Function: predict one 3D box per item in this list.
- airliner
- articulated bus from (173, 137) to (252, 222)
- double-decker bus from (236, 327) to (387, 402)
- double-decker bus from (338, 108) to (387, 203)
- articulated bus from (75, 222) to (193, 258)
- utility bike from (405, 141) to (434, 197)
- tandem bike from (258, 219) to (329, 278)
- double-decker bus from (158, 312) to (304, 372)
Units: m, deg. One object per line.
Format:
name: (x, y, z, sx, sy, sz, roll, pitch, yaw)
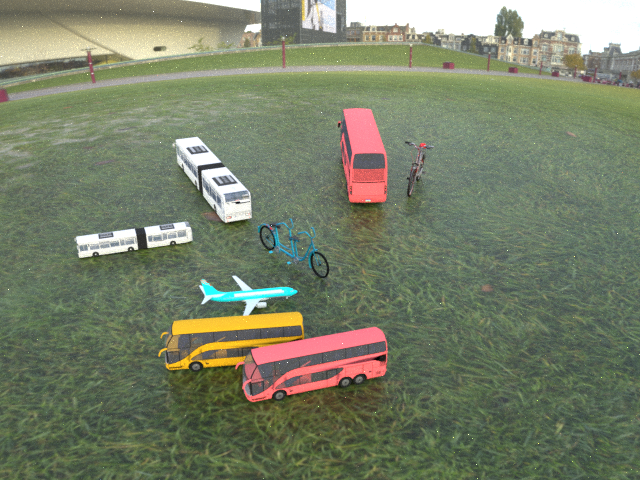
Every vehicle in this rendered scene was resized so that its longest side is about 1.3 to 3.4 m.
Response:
airliner: (-0.945, 0.655, 9.356, 1.307, 0.429, 1.161, -5, 26, -11)
articulated bus: (-2.043, -1.190, 13.011, 0.605, 0.561, 3.401, -11, 28, -21)
double-decker bus: (-0.074, 1.377, 7.738, 1.672, 0.541, 0.389, -8, 27, -16)
double-decker bus: (0.798, -1.715, 13.530, 0.756, 1.052, 3.251, -1, 26, -1)
articulated bus: (-2.882, -0.010, 10.888, 1.749, 0.289, 0.311, -9, 27, -17)
utility bike: (1.856, -1.410, 13.022, 0.535, 0.946, 1.435, 8, 27, 16)
tandem bike: (-0.417, 0.029, 10.357, 0.283, 0.682, 1.642, -21, 33, -37)
double-decker bus: (-1.014, 1.180, 8.145, 1.672, 0.541, 0.389, -3, 26, -7)
